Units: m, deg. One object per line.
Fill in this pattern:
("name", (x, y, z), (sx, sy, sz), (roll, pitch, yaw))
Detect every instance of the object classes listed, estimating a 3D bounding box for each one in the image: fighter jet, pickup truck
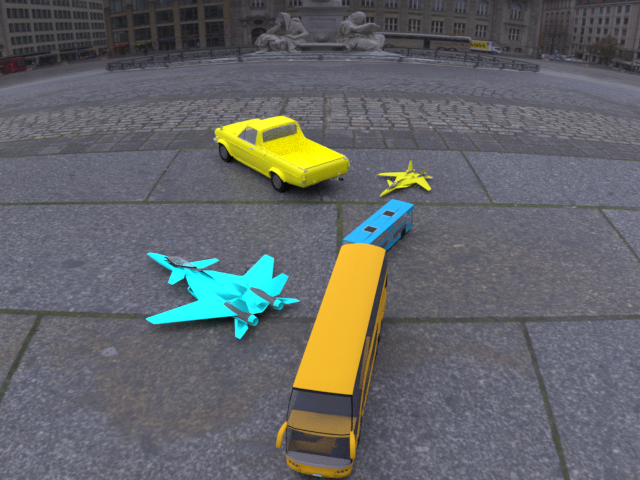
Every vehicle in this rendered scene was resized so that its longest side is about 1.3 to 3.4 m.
("fighter jet", (-1.641, 0.469, 9.889), (2.640, 0.557, 2.229), (22, 36, 35))
("fighter jet", (1.513, -1.118, 13.067), (1.147, 0.286, 1.358), (21, 35, 34))
("pickup truck", (-0.820, -1.794, 13.564), (1.244, 0.993, 3.117), (-21, 35, -33))

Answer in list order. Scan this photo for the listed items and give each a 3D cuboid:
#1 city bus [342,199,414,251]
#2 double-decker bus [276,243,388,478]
("city bus", (0.937, -0.094, 11.017), (0.476, 0.460, 1.674), (16, 33, 27))
("double-decker bus", (0.269, 1.241, 7.965), (0.756, 1.052, 3.251), (5, 29, 10))
